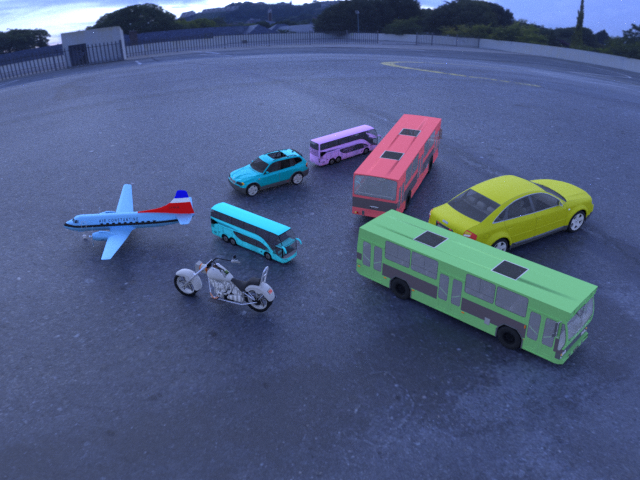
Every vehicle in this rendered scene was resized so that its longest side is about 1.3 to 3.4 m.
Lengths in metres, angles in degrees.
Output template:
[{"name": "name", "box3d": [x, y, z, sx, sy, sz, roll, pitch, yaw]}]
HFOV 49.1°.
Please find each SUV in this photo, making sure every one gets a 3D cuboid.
[{"name": "SUV", "box3d": [-0.973, -1.320, 13.309, 1.572, 0.580, 0.656, -17, 34, -28]}]

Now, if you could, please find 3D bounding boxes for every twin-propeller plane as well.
[{"name": "twin-propeller plane", "box3d": [-3.139, -0.416, 11.487, 2.129, 0.792, 2.663, -3, 30, -6]}]

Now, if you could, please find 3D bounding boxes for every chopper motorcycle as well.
[{"name": "chopper motorcycle", "box3d": [-1.360, 0.563, 9.778, 1.563, 0.761, 0.466, 11, 31, 19]}]

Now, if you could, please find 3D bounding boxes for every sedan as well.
[{"name": "sedan", "box3d": [3.219, -0.536, 11.549, 3.137, 0.940, 1.235, -17, 33, -27]}]

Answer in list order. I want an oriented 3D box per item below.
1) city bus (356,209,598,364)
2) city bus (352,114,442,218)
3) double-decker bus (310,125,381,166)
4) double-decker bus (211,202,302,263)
[{"name": "city bus", "box3d": [2.010, 0.580, 9.612, 3.255, 0.894, 0.926, 24, 37, 35]}, {"name": "city bus", "box3d": [1.505, -1.395, 13.122, 0.926, 0.894, 3.255, 11, 31, 18]}, {"name": "double-decker bus", "box3d": [0.528, -1.976, 14.513, 1.672, 0.541, 0.389, -21, 36, -33]}, {"name": "double-decker bus", "box3d": [-1.060, -0.113, 11.203, 1.672, 0.541, 0.389, 21, 35, 32]}]
